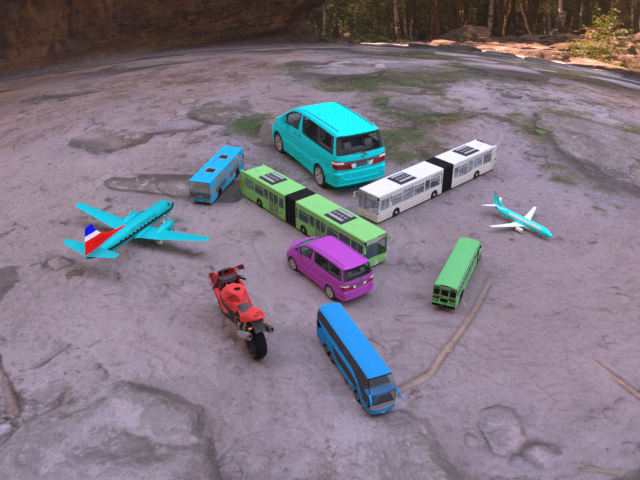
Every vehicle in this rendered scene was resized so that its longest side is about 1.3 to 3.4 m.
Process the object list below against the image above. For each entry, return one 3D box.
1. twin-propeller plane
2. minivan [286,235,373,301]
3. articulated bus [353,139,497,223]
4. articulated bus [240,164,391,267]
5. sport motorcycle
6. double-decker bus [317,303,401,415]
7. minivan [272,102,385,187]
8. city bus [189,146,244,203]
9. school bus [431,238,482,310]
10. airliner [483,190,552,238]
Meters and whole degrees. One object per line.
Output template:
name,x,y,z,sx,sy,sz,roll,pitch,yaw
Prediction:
twin-propeller plane,-2.995,-0.273,11.138,2.663,0.792,2.129,14,33,23
minivan,0.112,0.310,10.318,0.681,0.616,1.548,-20,36,-30
articulated bus,2.029,-1.137,12.838,3.401,0.561,0.605,-25,38,-35
articulated bus,-0.195,-0.468,11.698,0.605,0.561,3.401,-23,37,-33
sport motorcycle,-1.049,0.901,9.106,0.506,0.821,1.520,-15,34,-24
double-decker bus,0.419,1.423,8.494,0.389,0.541,1.672,-12,32,-19
minivan,0.085,-2.040,13.750,1.324,1.197,3.011,-15,33,-23
city bus,-1.905,-1.224,13.086,0.476,0.460,1.674,8,31,13
school bus,2.050,0.423,10.304,0.365,0.434,1.708,13,33,20
airliner,3.376,-0.422,11.750,1.161,0.429,1.307,-21,36,-31
